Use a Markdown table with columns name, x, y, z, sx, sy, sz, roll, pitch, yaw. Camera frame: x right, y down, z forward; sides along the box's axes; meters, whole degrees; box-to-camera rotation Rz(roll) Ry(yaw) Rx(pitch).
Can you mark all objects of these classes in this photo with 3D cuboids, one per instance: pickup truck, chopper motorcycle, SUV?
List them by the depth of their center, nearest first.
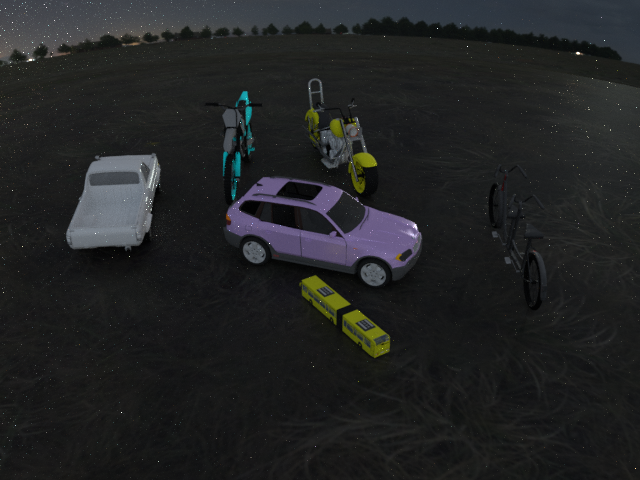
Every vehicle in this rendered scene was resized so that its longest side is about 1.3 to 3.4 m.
| name | x | y | z | sx | sy | sz | roll | pitch | yaw |
| --- | --- | --- | --- | --- | --- | --- | --- | --- | --- |
| SUV | 0.035 | -0.219 | 10.725 | 3.058 | 1.128 | 1.276 | 10 | 31 | 17 |
| pickup truck | -3.423 | -0.776 | 11.847 | 1.244 | 0.993 | 3.117 | -3 | 30 | -6 |
| chopper motorcycle | 0.380 | -2.033 | 13.575 | 0.906 | 1.480 | 3.040 | -11 | 31 | -19 |

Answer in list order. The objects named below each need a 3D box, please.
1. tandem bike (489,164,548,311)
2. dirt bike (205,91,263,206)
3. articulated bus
| name | x | y | z | sx | sy | sz | roll | pitch | yaw |
| --- | --- | --- | --- | --- | --- | --- | --- | --- | --- |
| tandem bike | 2.941 | -0.214 | 10.516 | 0.550 | 1.326 | 3.192 | 0 | 29 | 0 |
| dirt bike | -1.519 | -1.874 | 13.105 | 1.024 | 1.666 | 2.903 | 1 | 30 | 2 |
| articulated bus | 0.306 | 0.997 | 9.428 | 0.311 | 0.289 | 1.749 | -18 | 34 | -29 |
